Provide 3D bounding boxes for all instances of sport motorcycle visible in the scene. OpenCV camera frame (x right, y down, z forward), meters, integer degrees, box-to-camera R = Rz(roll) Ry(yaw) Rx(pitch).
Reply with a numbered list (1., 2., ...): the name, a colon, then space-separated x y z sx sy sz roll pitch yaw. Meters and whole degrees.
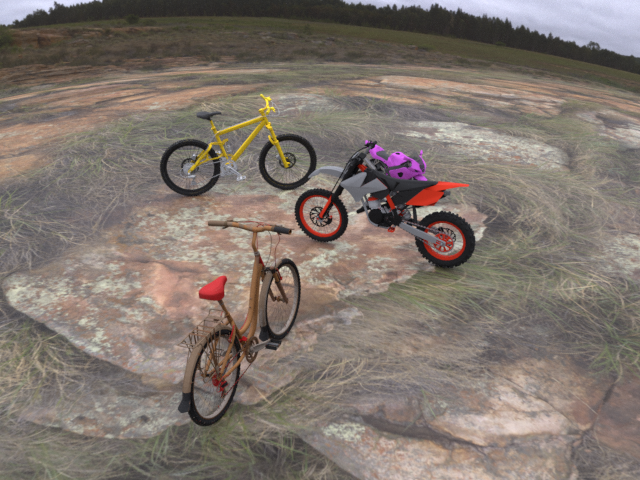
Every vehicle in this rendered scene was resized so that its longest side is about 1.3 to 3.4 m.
1. sport motorcycle: 1.402 -1.324 12.986 0.506 0.821 1.520 -24 36 -38

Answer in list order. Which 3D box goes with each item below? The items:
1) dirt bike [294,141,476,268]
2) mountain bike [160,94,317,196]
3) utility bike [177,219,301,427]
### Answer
1. dirt bike: 0.925 -0.520 10.524 2.903 1.666 1.024 11 30 21
2. mountain bike: -1.466 -1.633 12.641 2.857 1.688 1.114 -4 28 -8
3. utility bike: -0.922 0.748 7.900 1.039 1.839 2.791 11 29 20
